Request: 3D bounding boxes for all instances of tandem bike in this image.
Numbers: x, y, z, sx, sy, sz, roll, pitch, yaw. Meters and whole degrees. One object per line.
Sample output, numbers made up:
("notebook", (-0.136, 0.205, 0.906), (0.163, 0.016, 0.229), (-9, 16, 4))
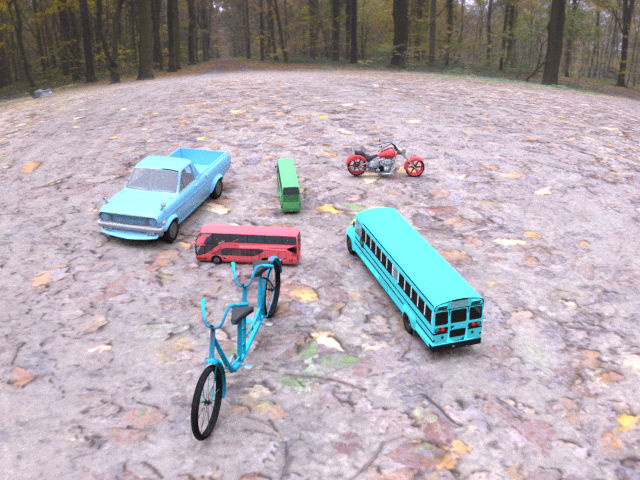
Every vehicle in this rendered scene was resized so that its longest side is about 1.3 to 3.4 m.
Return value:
("tandem bike", (-0.893, 0.904, 8.138), (0.550, 1.326, 3.192), (6, 27, 11))

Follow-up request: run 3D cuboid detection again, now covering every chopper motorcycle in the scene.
("chopper motorcycle", (1.293, -1.615, 13.824), (1.563, 0.761, 0.466), (-1, 27, -1))

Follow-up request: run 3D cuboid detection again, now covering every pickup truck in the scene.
("pickup truck", (-2.631, -0.969, 12.268), (1.244, 0.993, 3.117), (7, 27, 14))

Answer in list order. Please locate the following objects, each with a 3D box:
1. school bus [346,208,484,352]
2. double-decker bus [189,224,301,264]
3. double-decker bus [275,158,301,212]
("school bus", (1.166, 0.367, 9.755), (0.709, 0.844, 3.322), (-8, 28, -15))
("double-decker bus", (-1.126, 0.073, 10.685), (1.672, 0.541, 0.389), (3, 27, 5))
("double-decker bus", (-0.594, -1.046, 12.930), (0.389, 0.541, 1.672), (-3, 27, -6))
